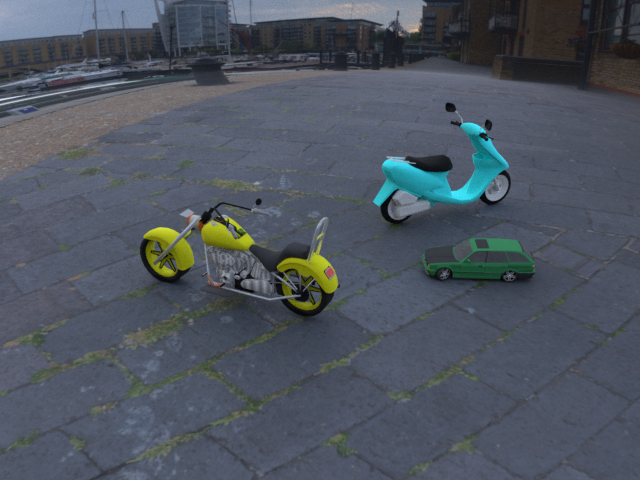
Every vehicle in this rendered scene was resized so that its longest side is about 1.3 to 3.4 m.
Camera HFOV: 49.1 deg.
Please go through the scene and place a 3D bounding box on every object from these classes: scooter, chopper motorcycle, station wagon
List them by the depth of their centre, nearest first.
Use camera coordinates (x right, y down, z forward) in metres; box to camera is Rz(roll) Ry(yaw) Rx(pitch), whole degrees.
[{"bbox_3d":[-1.168,0.124,9.369,3.040,1.480,0.906,13,29,23],"label":"chopper motorcycle"},{"bbox_3d":[2.304,0.258,10.223,1.597,0.473,0.682,1,27,2],"label":"station wagon"},{"bbox_3d":[2.156,-1.258,11.776,2.721,1.786,1.288,-11,29,-21],"label":"scooter"}]
